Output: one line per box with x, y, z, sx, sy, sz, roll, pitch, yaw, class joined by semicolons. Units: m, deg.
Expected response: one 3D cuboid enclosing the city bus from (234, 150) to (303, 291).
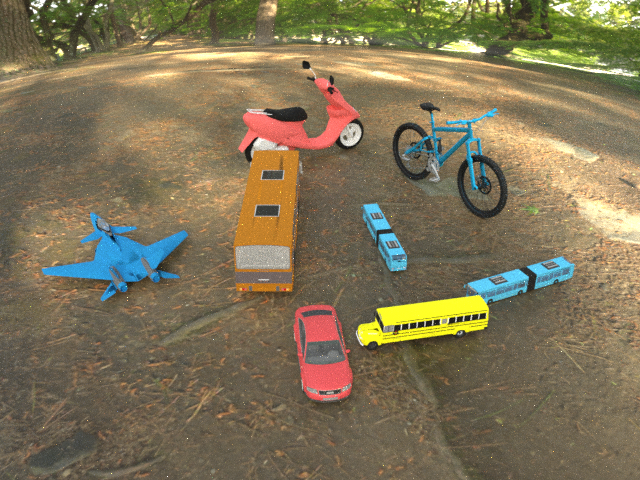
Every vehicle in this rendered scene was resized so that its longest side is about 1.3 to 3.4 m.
-0.767;-0.366;11.036;0.926;0.894;3.255;0;31;0;city bus

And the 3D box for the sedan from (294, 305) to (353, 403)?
0.022;1.317;8.586;0.635;0.483;1.613;-4;31;-6;sedan

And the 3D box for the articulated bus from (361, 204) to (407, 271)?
1.008;-0.071;11.132;0.311;0.289;1.749;-6;31;-9;articulated bus

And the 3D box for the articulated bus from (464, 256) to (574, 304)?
2.870;0.585;10.020;1.749;0.289;0.311;-13;33;-21;articulated bus

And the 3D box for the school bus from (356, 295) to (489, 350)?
1.320;1.060;9.071;1.708;0.434;0.365;-6;31;-11;school bus

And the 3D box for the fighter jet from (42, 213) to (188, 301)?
-3.201;-0.034;10.805;2.229;0.557;2.640;-17;35;-26;fighter jet

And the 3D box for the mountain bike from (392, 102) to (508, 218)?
2.213;-1.526;12.223;1.114;1.688;2.857;-19;35;-29;mountain bike

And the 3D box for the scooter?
-0.317;-2.426;13.652;2.721;1.786;1.288;-14;33;-23;scooter
